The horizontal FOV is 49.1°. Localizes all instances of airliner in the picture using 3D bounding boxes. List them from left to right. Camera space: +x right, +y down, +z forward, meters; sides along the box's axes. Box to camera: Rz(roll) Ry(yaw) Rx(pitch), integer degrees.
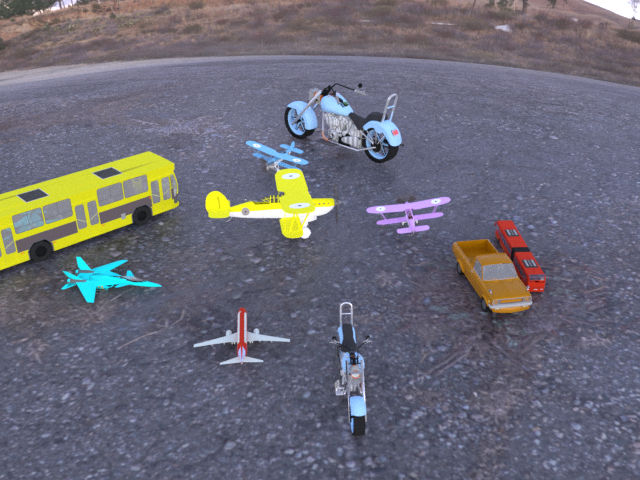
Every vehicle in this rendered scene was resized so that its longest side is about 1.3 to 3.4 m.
[{"bbox_3d":[-0.958,1.097,8.572,1.161,0.429,1.307,-3,28,-5],"label":"airliner"}]

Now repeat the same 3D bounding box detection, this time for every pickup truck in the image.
[{"bbox_3d":[2.363,0.428,9.726,0.640,0.511,1.603,-5,29,-8],"label":"pickup truck"}]

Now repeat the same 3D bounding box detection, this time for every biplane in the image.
[{"bbox_3d":[-0.719,-0.529,11.004,2.120,0.981,2.598,-3,29,-6],"label":"biplane"},{"bbox_3d":[-0.744,-1.604,13.499,1.336,0.504,1.090,14,31,24],"label":"biplane"},{"bbox_3d":[1.418,-0.359,11.192,1.336,0.504,1.090,0,28,0],"label":"biplane"}]

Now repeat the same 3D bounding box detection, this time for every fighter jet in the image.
[{"bbox_3d":[-2.872,0.512,9.806,1.358,0.286,1.147,5,29,8],"label":"fighter jet"}]

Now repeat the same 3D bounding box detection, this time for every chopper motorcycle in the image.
[{"bbox_3d":[0.397,-2.507,14.144,3.040,1.480,0.906,25,37,38],"label":"chopper motorcycle"},{"bbox_3d":[0.347,1.386,7.687,0.466,0.761,1.563,-2,28,-3],"label":"chopper motorcycle"}]

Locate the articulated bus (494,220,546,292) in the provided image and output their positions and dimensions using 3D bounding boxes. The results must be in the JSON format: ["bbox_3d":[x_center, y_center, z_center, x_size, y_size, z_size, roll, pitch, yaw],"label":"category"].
[{"bbox_3d":[2.941,0.207,10.369,0.311,0.289,1.749,-1,28,-2],"label":"articulated bus"}]

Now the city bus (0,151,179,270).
[{"bbox_3d":[-3.818,-0.477,11.000,3.255,0.894,0.926,-25,37,-38],"label":"city bus"}]
